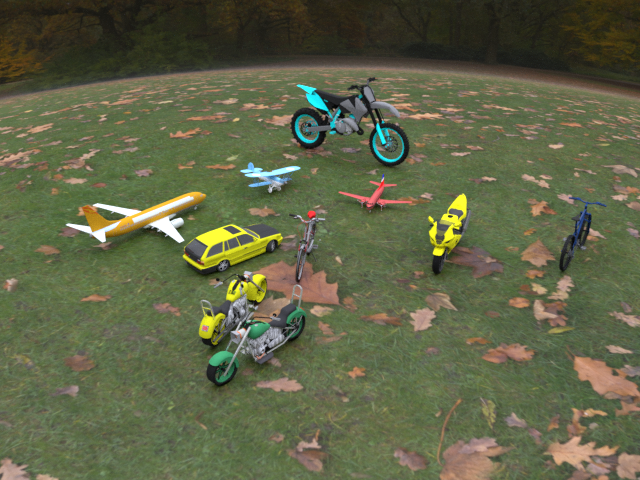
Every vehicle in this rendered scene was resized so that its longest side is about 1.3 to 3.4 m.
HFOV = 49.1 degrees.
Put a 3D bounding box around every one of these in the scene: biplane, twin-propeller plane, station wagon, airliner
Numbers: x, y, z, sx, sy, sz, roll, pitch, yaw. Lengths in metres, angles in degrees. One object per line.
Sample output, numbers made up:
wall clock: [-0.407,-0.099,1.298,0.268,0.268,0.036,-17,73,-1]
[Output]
biplane: [-0.994,-1.210,13.319,1.090,0.504,1.336,23,35,37]
twin-propeller plane: [1.023,-0.844,12.715,1.370,0.407,1.095,9,29,17]
station wagon: [-1.330,0.038,10.928,1.597,0.473,0.682,-22,34,-36]
airliner: [-2.863,-0.564,11.704,2.257,0.835,2.541,20,33,34]

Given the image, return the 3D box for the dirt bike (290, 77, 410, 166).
dirt bike: [0.585,-2.526,14.607,2.903,1.666,1.024,17,32,29]

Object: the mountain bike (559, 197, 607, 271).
mountain bike: [3.979,-0.118,10.800,0.573,0.868,1.469,17,32,30]

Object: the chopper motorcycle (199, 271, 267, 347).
chopper motorcycle: [-1.108,0.773,9.185,0.466,0.761,1.563,11,29,21]

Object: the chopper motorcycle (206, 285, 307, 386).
chopper motorcycle: [-0.743,1.138,8.476,0.466,0.761,1.563,23,35,37]

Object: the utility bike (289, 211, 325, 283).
utility bike: [-0.159,-0.022,10.528,0.535,0.946,1.435,4,28,8]

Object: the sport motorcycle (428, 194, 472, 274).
sport motorcycle: [1.999,-0.105,10.826,0.506,0.821,1.520,11,29,21]
